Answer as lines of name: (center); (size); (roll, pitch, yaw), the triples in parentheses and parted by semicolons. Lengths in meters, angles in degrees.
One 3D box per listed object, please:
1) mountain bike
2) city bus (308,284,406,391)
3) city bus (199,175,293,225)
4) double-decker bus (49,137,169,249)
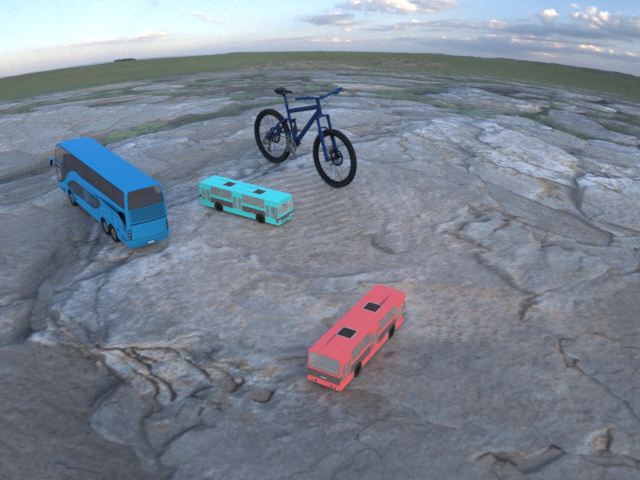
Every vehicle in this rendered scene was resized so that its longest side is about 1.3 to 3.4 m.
mountain bike: (-0.345, -2.037, 13.160); (1.114, 1.688, 2.857); (-22, 34, -37)
city bus: (0.465, 1.118, 8.171); (0.476, 0.460, 1.674); (15, 30, 27)
city bus: (-1.256, -0.660, 11.763); (1.674, 0.460, 0.476); (16, 30, 29)
double-decker bus: (-3.519, -0.862, 11.504); (0.756, 1.052, 3.251); (-19, 32, -33)
